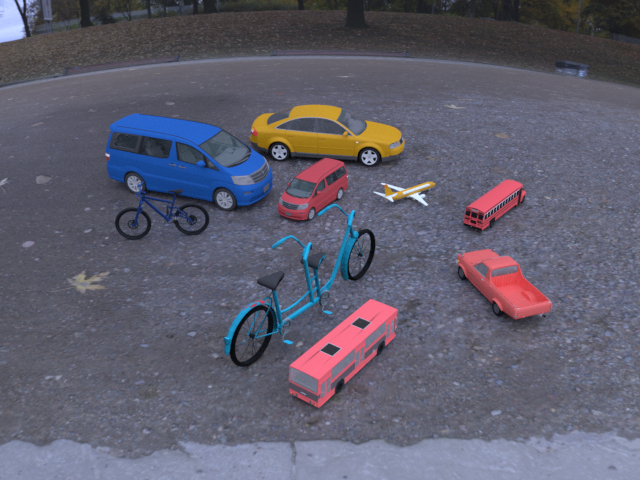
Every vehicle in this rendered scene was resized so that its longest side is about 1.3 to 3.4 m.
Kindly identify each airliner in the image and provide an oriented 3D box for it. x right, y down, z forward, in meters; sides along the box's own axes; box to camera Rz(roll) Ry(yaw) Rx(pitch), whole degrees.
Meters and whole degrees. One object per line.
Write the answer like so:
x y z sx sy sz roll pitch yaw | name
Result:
1.597 -0.942 12.427 1.307 0.429 1.161 -21 35 -33 | airliner

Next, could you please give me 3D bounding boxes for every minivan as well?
-2.333 -1.445 12.546 3.011 1.197 1.324 11 31 19 | minivan
-0.114 -0.886 12.133 0.681 0.616 1.548 17 33 28 | minivan

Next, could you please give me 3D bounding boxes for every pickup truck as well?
2.494 0.550 9.631 0.640 0.511 1.603 -9 30 -17 | pickup truck

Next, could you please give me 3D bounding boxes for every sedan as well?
0.149 -2.184 14.155 3.137 0.940 1.235 5 29 8 | sedan

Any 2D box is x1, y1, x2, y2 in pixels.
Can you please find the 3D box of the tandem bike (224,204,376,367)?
-0.142 0.449 8.969 0.550 1.326 3.192 19 34 31 | tandem bike

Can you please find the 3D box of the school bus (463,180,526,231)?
3.005 -0.626 11.848 0.365 0.434 1.708 21 35 34 | school bus

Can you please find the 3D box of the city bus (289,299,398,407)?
0.312 1.319 8.285 0.476 0.460 1.674 20 34 31 | city bus

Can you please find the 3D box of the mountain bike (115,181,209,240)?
-2.499 -0.432 11.044 1.469 0.868 0.573 -5 29 -8 | mountain bike
